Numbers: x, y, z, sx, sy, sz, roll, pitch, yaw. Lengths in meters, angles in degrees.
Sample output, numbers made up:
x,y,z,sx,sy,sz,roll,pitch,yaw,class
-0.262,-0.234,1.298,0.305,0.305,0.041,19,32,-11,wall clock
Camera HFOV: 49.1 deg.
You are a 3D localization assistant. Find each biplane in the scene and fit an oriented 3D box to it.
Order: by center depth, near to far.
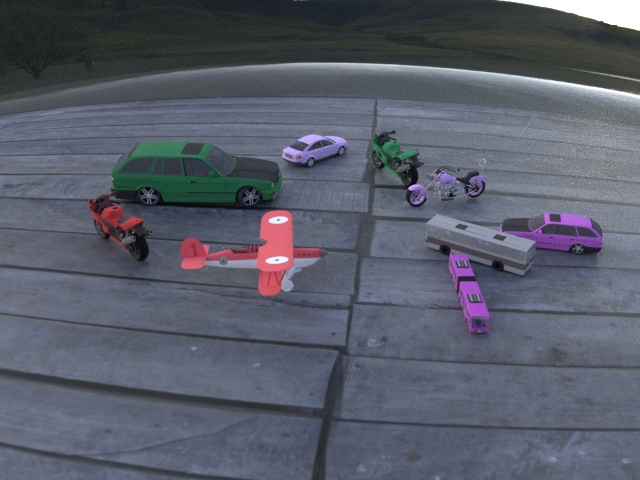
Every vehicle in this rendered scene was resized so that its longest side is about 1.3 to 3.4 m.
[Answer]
x,y,z,sx,sy,sz,roll,pitch,yaw,class
-0.934,0.222,10.116,2.120,0.981,2.598,-1,28,-2,biplane

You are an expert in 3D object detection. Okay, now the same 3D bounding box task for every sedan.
x,y,z,sx,sy,sz,roll,pitch,yaw,class
-0.078,-1.956,14.720,1.613,0.483,0.635,-25,37,-38,sedan

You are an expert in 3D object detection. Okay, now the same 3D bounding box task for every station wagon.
x,y,z,sx,sy,sz,roll,pitch,yaw,class
3.745,-0.158,11.365,1.597,0.473,0.682,6,29,12,station wagon
-2.251,-1.270,12.971,3.105,0.920,1.327,1,28,2,station wagon

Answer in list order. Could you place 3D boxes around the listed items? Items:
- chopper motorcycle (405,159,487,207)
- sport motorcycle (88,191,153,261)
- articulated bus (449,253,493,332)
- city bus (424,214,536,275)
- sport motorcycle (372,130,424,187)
x,y,z,sx,sy,sz,roll,pitch,yaw,class
2.310,-1.043,12.715,1.563,0.761,0.466,-8,29,-14,chopper motorcycle
-3.194,-0.222,11.116,1.520,0.821,0.506,25,37,38,sport motorcycle
2.096,0.713,9.930,0.311,0.289,1.749,0,28,0,articulated bus
2.474,0.077,10.938,1.674,0.460,0.476,18,33,30,city bus
1.467,-1.612,13.717,0.506,0.821,1.520,-15,31,-25,sport motorcycle
